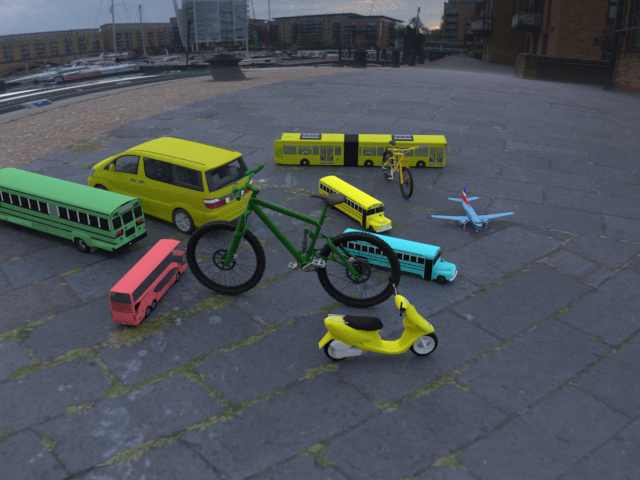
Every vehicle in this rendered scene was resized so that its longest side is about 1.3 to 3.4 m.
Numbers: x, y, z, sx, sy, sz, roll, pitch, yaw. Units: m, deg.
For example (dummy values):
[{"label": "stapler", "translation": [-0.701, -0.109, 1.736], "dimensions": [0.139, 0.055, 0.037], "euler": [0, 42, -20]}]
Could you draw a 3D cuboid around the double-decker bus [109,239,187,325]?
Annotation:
[{"label": "double-decker bus", "translation": [-2.245, 0.511, 9.339], "dimensions": [0.389, 0.541, 1.672], "euler": [6, 27, 12]}]

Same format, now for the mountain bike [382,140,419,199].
[{"label": "mountain bike", "translation": [1.397, -1.343, 12.647], "dimensions": [0.573, 0.868, 1.469], "euler": [-7, 28, -13]}]

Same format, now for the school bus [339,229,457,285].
[{"label": "school bus", "translation": [1.115, 0.223, 10.028], "dimensions": [1.708, 0.434, 0.365], "euler": [12, 29, 23]}]

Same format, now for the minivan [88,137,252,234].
[{"label": "minivan", "translation": [-2.578, -1.050, 11.702], "dimensions": [3.011, 1.197, 1.324], "euler": [16, 31, 29]}]

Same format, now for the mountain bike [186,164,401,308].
[{"label": "mountain bike", "translation": [-0.377, 0.044, 8.992], "dimensions": [2.857, 1.688, 1.114], "euler": [5, 27, 9]}]

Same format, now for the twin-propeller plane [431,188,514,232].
[{"label": "twin-propeller plane", "translation": [2.474, -0.484, 11.457], "dimensions": [1.370, 0.407, 1.095], "euler": [-2, 27, -5]}]

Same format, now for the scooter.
[{"label": "scooter", "translation": [0.685, 0.972, 8.008], "dimensions": [1.399, 0.919, 0.662], "euler": [-2, 27, -5]}]

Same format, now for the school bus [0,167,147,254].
[{"label": "school bus", "translation": [-4.253, -0.511, 11.027], "dimensions": [3.322, 0.844, 0.709], "euler": [14, 30, 25]}]

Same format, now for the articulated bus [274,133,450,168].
[{"label": "articulated bus", "translation": [0.808, -1.780, 13.854], "dimensions": [3.401, 0.561, 0.605], "euler": [1, 27, 2]}]

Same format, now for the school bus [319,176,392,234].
[{"label": "school bus", "translation": [0.575, -0.598, 11.653], "dimensions": [0.365, 0.434, 1.708], "euler": [-16, 31, -29]}]
